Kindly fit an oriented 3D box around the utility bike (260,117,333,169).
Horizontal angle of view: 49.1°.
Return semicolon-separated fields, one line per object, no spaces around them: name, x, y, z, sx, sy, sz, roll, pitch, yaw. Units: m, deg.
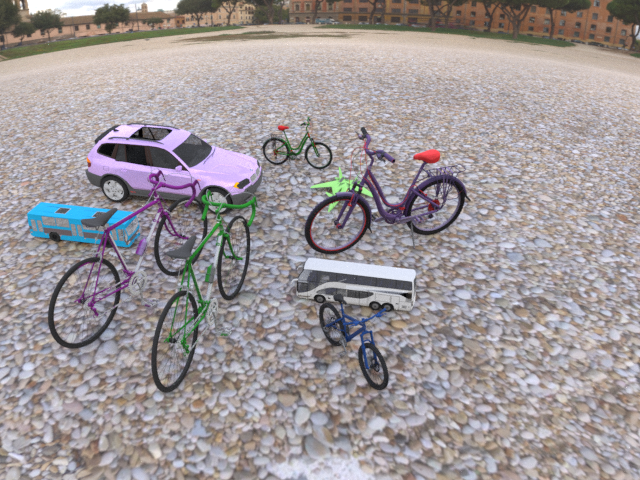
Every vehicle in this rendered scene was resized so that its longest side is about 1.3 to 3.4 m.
utility bike;-0.443;-1.852;13.260;1.435;0.946;0.535;7;31;13

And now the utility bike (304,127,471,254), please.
utility bike;1.115;-0.675;10.361;2.791;1.839;1.039;-11;32;-18

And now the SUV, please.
SUV;-2.534;-1.315;12.159;3.058;1.128;1.276;7;31;12

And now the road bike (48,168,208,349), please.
road bike;-2.408;0.148;9.133;0.697;1.656;3.004;16;34;25

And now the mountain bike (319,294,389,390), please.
mountain bike;0.374;1.114;8.261;0.573;0.868;1.469;-16;34;-26

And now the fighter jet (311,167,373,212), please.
fighter jet;0.350;-0.868;12.230;1.147;0.286;1.358;9;32;15

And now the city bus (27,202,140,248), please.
city bus;-3.689;-0.224;10.954;1.674;0.460;0.476;6;31;10

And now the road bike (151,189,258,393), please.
road bike;-1.388;0.480;8.565;0.696;1.656;3.004;8;31;13

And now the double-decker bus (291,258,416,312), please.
double-decker bus;0.458;0.598;9.468;1.672;0.541;0.389;6;31;11
